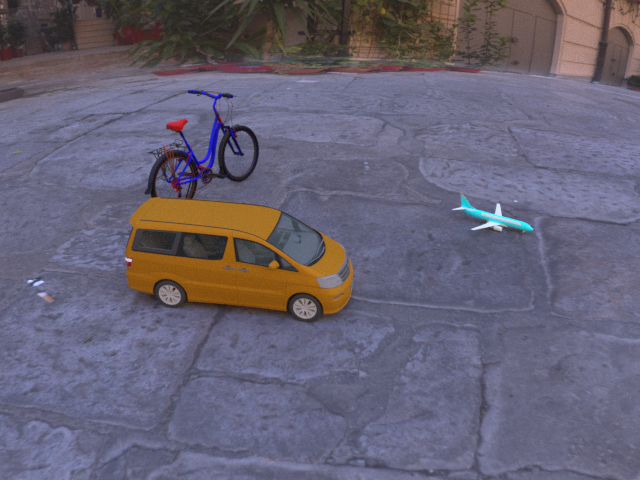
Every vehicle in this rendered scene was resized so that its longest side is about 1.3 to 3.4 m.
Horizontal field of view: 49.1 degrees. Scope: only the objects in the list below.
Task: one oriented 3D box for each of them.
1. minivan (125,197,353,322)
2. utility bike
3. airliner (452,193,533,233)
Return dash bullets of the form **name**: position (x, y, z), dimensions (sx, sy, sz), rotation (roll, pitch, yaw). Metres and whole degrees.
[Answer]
- **minivan**: position (-1.054, 0.197, 9.414), dimensions (3.011, 1.197, 1.324), rotation (5, 28, 9)
- **utility bike**: position (-2.084, -1.637, 12.180), dimensions (1.039, 1.839, 2.791), rotation (19, 33, 31)
- **airliner**: position (2.856, -0.438, 11.426), dimensions (1.307, 0.429, 1.161), rotation (17, 32, 29)
